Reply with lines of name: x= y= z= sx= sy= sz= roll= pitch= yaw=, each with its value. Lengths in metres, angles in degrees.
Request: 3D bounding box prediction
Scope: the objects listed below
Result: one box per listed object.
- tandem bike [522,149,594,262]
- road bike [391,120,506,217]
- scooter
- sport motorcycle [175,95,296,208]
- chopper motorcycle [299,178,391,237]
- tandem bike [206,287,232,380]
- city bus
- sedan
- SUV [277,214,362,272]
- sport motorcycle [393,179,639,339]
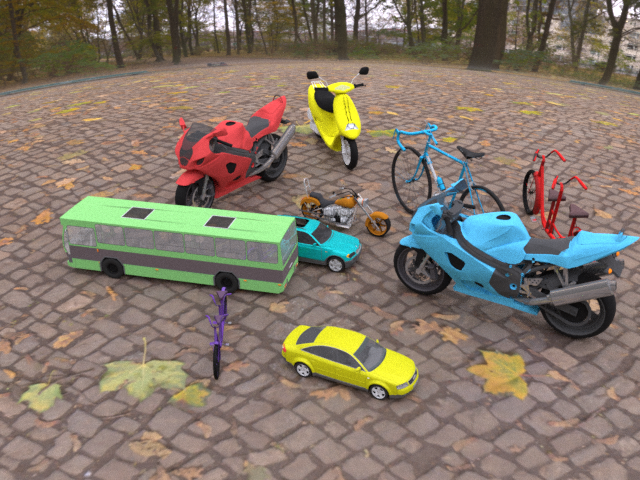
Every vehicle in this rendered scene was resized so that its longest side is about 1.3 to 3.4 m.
tandem bike: x=3.564 y=-0.475 z=10.556 sx=0.550 sy=1.326 sz=3.192 roll=-1 pitch=28 yaw=-1
road bike: x=1.951 y=-0.832 z=10.882 sx=0.696 sy=1.656 sz=3.004 roll=-14 pitch=31 yaw=-24
scooter: x=0.261 y=-2.659 z=14.237 sx=1.288 sy=1.786 sz=2.721 roll=-9 pitch=29 yaw=-16
sport motorcycle: x=-1.479 y=-1.476 z=12.179 sx=0.983 sy=1.596 sz=2.955 roll=17 pitch=32 yaw=29
chopper motorcycle: x=0.393 y=-0.529 z=11.268 sx=1.563 sy=0.761 sz=0.466 roll=12 pitch=30 yaw=22
tandem bike: x=-1.208 y=0.983 z=8.462 sx=0.283 sy=0.682 sz=1.642 roll=-1 pitch=28 yaw=-2
city bus: x=-1.984 y=0.078 z=9.964 sx=3.255 sy=0.894 sz=0.926 roll=6 pitch=28 yaw=12
sedan: x=0.339 y=1.333 z=8.006 sx=1.613 sy=0.483 sz=0.635 roll=13 pitch=30 yaw=23
SUV: x=-0.161 y=0.007 z=10.438 sx=1.572 sy=0.580 sz=0.656 roll=9 pitch=29 yaw=16
sport motorcycle: x=2.314 y=0.259 z=8.860 sx=2.955 sy=1.596 sz=0.983 roll=15 pitch=31 yaw=26
